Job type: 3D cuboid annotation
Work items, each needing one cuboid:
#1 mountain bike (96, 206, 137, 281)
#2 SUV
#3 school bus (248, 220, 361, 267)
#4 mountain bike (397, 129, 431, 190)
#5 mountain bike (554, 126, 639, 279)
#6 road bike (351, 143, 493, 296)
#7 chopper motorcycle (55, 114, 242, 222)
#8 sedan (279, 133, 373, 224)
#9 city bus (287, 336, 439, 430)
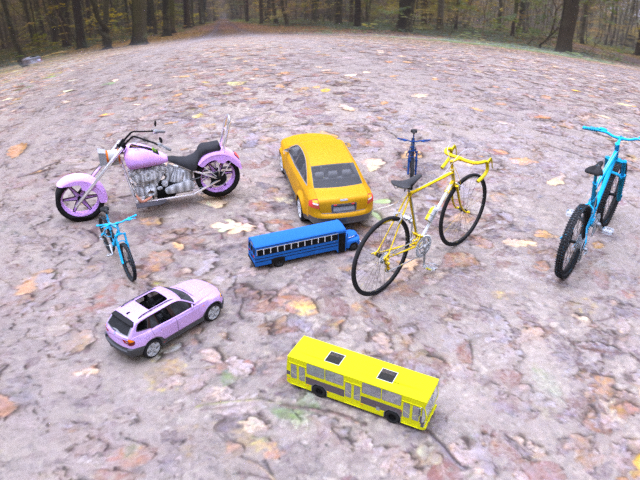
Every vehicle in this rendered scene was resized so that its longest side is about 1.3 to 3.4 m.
[{"bbox_3d":[-2.944,-0.021,10.060,0.573,0.868,1.469,-18,36,-28],"label":"mountain bike"},{"bbox_3d":[-1.940,0.894,8.825,0.656,0.580,1.572,24,39,34],"label":"SUV"},{"bbox_3d":[-0.207,0.037,10.384,1.708,0.434,0.365,-12,33,-19],"label":"school bus"},{"bbox_3d":[1.654,-1.512,12.525,0.573,0.868,1.469,4,31,6],"label":"mountain bike"},{"bbox_3d":[4.064,-0.602,10.229,1.114,1.688,2.857,21,37,30],"label":"mountain bike"},{"bbox_3d":[1.485,-0.323,9.798,3.004,1.656,0.697,-27,40,-37],"label":"road bike"},{"bbox_3d":[-2.778,-1.184,11.391,3.040,1.480,0.906,-10,33,-16],"label":"chopper motorcycle"},{"bbox_3d":[0.038,-1.248,12.018,1.235,0.940,3.137,-7,32,-11],"label":"sedan"},{"bbox_3d":[0.454,1.588,7.796,1.674,0.460,0.476,15,34,23],"label":"city bus"}]
